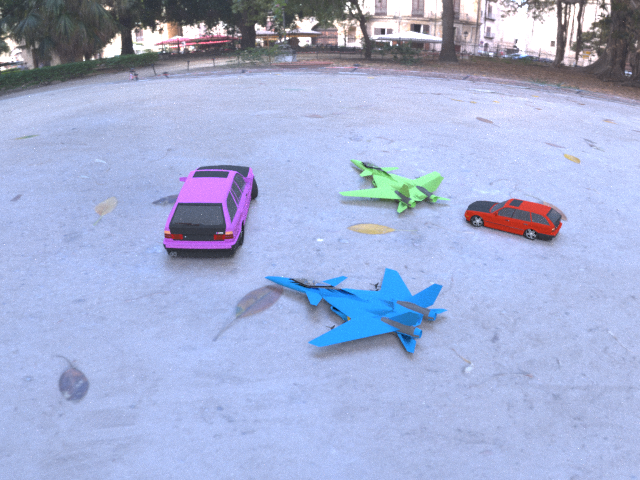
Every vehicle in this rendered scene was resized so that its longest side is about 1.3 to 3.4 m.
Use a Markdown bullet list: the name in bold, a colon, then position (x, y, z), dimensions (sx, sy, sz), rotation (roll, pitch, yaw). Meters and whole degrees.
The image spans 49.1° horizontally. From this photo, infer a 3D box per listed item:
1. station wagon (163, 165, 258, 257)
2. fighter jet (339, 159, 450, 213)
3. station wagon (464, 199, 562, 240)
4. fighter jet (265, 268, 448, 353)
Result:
- **station wagon**: position (-1.824, -0.736, 12.017), dimensions (1.327, 0.920, 3.105), rotation (1, 27, 1)
- **fighter jet**: position (1.268, -1.295, 13.503), dimensions (2.229, 0.557, 2.640), rotation (-14, 30, -25)
- **station wagon**: position (3.273, -0.428, 11.905), dimensions (1.597, 0.473, 0.682), rotation (15, 31, 27)
- **fighter jet**: position (0.319, 0.703, 9.610), dimensions (2.640, 0.557, 2.229), rotation (15, 31, 27)
